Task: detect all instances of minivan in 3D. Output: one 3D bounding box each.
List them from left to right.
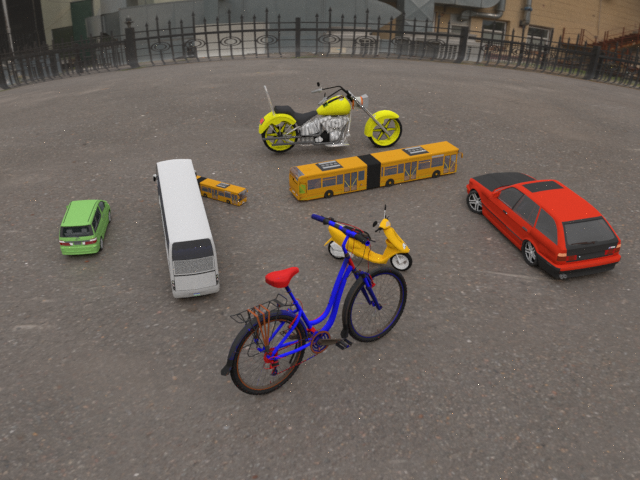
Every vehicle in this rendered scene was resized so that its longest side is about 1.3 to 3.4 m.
[{"bbox_3d":[-3.824,-0.316,11.428,0.681,0.616,1.548,-4,30,-6],"label":"minivan"}]

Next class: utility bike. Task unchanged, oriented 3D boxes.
[{"bbox_3d":[-0.042,0.705,8.384,2.791,1.839,1.039,-20,35,-31],"label":"utility bike"}]

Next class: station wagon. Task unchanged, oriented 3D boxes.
[{"bbox_3d":[3.534,-0.498,11.438,1.327,0.920,3.105,-8,31,-14],"label":"station wagon"}]

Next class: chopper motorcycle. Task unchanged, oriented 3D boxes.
[{"bbox_3d":[0.237,-2.551,14.494,3.040,1.480,0.906,-6,30,-10],"label":"chopper motorcycle"}]

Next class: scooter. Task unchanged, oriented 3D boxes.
[{"bbox_3d":[0.734,-0.025,10.606,1.399,0.919,0.662,10,31,17],"label":"scooter"}]

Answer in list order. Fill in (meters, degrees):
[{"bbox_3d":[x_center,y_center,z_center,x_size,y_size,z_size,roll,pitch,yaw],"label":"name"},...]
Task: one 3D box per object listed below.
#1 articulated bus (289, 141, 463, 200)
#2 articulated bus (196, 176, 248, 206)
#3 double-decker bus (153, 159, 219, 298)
[{"bbox_3d":[1.085,-1.324,13.261,3.401,0.561,0.605,-12,32,-20],"label":"articulated bus"},{"bbox_3d":[-2.116,-0.975,12.921,1.749,0.289,0.311,16,33,26],"label":"articulated bus"},{"bbox_3d":[-2.137,-0.315,10.982,0.756,1.052,3.251,-7,30,-13],"label":"double-decker bus"}]
